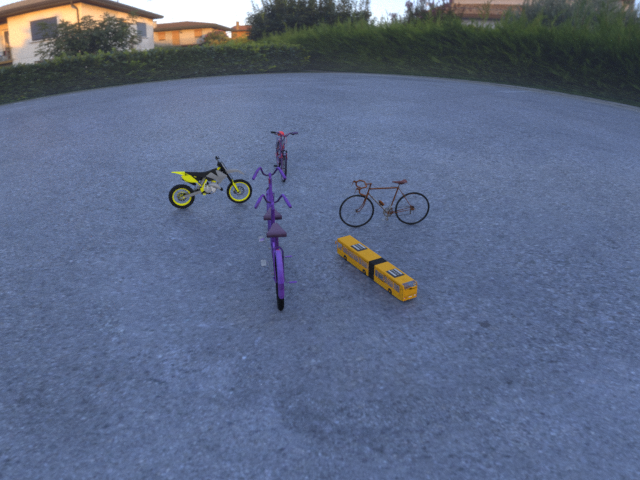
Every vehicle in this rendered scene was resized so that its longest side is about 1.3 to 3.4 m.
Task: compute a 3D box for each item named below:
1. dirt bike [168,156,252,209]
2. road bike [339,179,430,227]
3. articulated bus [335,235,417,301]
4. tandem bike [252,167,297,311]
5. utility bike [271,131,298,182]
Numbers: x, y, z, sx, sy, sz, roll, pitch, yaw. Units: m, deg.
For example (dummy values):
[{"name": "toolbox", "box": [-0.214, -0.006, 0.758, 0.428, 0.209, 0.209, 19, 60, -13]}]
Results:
[{"name": "dirt bike", "box": [-1.956, -1.001, 12.457, 1.493, 0.857, 0.527, -6, 27, -11]}, {"name": "road bike", "box": [1.085, -0.621, 11.697, 1.545, 0.852, 0.358, -3, 27, -6]}, {"name": "articulated bus", "box": [0.800, 0.388, 10.297, 0.311, 0.289, 1.749, -15, 30, -27]}, {"name": "tandem bike", "box": [-0.684, -0.184, 10.283, 0.550, 1.326, 3.192, -3, 27, -6]}, {"name": "utility bike", "box": [-0.719, -1.769, 13.904, 0.535, 0.946, 1.435, -4, 27, -9]}]
